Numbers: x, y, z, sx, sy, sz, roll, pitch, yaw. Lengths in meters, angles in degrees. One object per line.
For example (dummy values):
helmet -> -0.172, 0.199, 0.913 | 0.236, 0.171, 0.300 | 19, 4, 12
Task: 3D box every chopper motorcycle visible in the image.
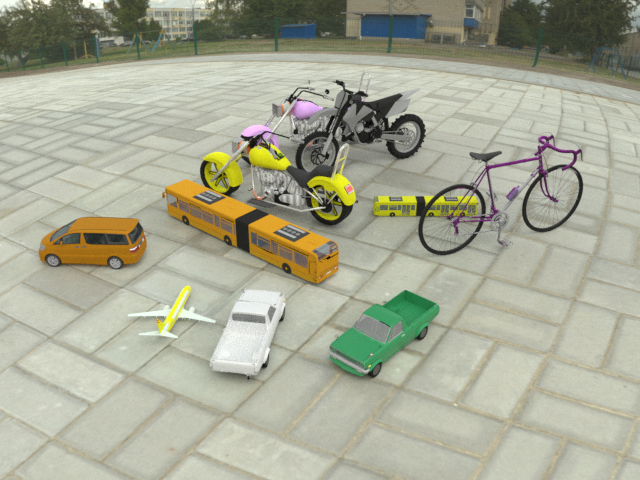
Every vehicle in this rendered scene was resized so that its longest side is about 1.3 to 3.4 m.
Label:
chopper motorcycle -> -0.218, -2.415, 13.837 | 3.040, 1.480, 0.906 | -16, 33, -26
chopper motorcycle -> -0.770, -1.163, 11.605 | 3.040, 1.480, 0.906 | 17, 33, 27

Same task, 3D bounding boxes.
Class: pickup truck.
pickup truck -> -0.857, 1.071, 8.610 | 0.640, 0.511, 1.603 | 5, 30, 8
pickup truck -> 0.812, 1.075, 8.603 | 0.640, 0.511, 1.603 | 23, 37, 35

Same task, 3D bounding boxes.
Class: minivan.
minivan -> -3.398, 0.011, 10.394 | 1.548, 0.616, 0.681 | 2, 29, 4

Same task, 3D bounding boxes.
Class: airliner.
airliner -> -1.890, 0.855, 9.080 | 1.161, 0.429, 1.307 | 4, 29, 6

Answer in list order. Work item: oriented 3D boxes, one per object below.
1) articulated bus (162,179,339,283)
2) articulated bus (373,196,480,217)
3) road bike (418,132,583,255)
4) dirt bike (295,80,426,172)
articulated bus -> -1.156, -0.200, 10.825 | 3.401, 0.561, 0.605 | 23, 37, 35
articulated bus -> 1.777, -0.570, 11.764 | 1.749, 0.289, 0.311 | 0, 29, 0
road bike -> 2.814, -0.684, 10.570 | 3.004, 1.656, 0.696 | -12, 31, -20
dirt bike -> 0.828, -2.116, 13.113 | 2.903, 1.666, 1.024 | -16, 33, -26
